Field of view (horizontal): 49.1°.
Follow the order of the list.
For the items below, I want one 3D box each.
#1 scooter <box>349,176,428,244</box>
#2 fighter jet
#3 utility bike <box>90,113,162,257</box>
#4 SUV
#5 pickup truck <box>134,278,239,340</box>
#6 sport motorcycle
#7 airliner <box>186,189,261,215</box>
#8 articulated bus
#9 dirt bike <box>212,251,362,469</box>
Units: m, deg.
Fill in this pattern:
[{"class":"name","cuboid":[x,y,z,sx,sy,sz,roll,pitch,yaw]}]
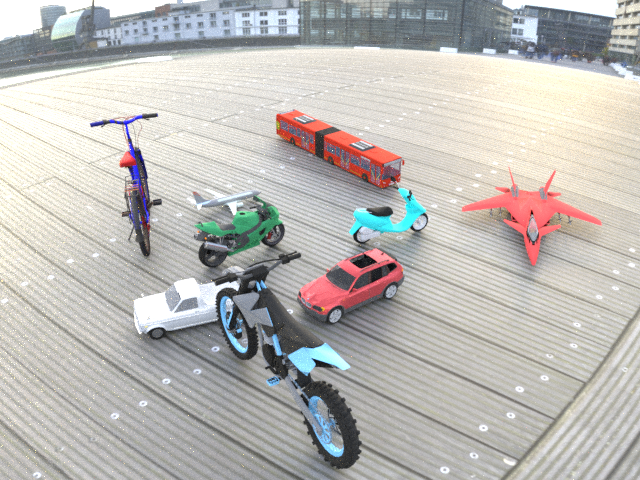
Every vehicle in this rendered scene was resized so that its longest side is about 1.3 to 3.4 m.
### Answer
[{"class":"scooter","cuboid":[1.113,-0.444,11.011,1.399,0.919,0.662,-12,32,-20]},{"class":"fighter jet","cuboid":[3.431,-0.416,11.325,2.229,0.557,2.640,6,30,11]},{"class":"utility bike","cuboid":[-2.971,-0.970,11.002,1.039,1.839,2.791,-6,30,-10]},{"class":"SUV","cuboid":[0.435,0.580,9.567,1.572,0.580,0.656,-20,35,-31]},{"class":"pickup truck","cuboid":[-1.644,0.816,9.227,1.603,0.511,0.640,-11,32,-18]},{"class":"sport motorcycle","cuboid":[-1.179,-0.117,10.540,1.520,0.821,0.506,-20,35,-31]},{"class":"airliner","cuboid":[-1.601,-0.785,12.096,1.307,0.429,1.161,-18,34,-28]},{"class":"articulated bus","cuboid":[0.290,-1.859,13.834,0.605,0.561,3.401,-21,36,-32]},{"class":"dirt bike","cuboid":[-0.470,1.112,7.550,1.024,1.666,2.903,-18,35,-29]}]
